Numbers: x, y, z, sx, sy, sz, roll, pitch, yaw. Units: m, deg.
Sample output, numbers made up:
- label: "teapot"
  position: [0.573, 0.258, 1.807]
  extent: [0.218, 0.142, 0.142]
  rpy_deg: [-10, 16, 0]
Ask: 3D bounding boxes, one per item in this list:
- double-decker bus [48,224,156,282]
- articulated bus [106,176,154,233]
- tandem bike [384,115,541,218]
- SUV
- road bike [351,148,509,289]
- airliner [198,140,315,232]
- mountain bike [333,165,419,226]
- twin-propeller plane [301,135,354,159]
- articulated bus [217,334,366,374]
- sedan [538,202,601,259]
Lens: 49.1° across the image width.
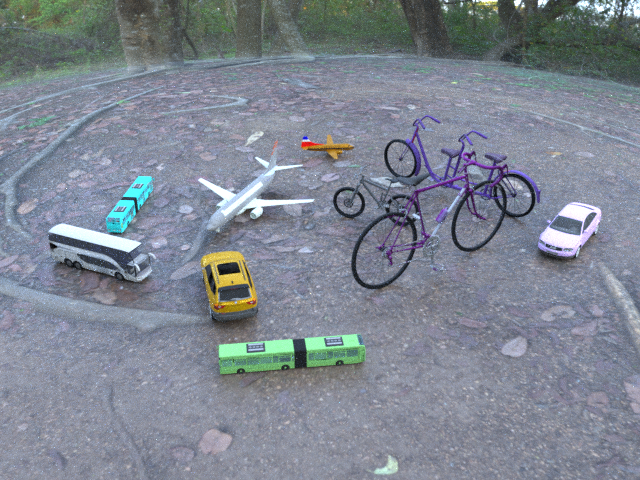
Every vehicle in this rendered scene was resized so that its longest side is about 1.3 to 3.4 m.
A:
- label: "double-decker bus"
  position: [-3.195, 0.192, 10.197]
  extent: [1.672, 0.541, 0.389]
  rpy_deg: [12, 31, 21]
- label: "articulated bus"
  position: [-3.229, -0.631, 11.974]
  extent: [0.311, 0.289, 1.749]
  rpy_deg: [2, 29, 4]
- label: "tandem bike"
  position: [2.392, -1.350, 12.210]
  extent: [3.192, 1.326, 0.550]
  rpy_deg: [24, 36, 36]
- label: "SUV"
  position: [-1.254, 0.531, 9.533]
  extent: [0.656, 0.580, 1.572]
  rpy_deg: [-7, 29, -13]
- label: "road bike"
  position: [1.651, -0.317, 9.966]
  extent: [3.004, 1.656, 0.697]
  rpy_deg: [-19, 34, -30]
- label: "airliner"
  position: [-1.260, -0.919, 11.933]
  extent: [2.257, 0.835, 2.541]
  rpy_deg: [12, 31, 21]
- label: "mountain bike"
  position: [0.917, -0.693, 11.482]
  extent: [1.469, 0.868, 0.573]
  rpy_deg: [9, 30, 16]
- label: "twin-propeller plane"
  position: [0.158, -1.932, 14.242]
  extent: [1.095, 0.407, 1.370]
  rpy_deg: [-3, 29, -5]
- label: "articulated bus"
  position: [-0.342, 1.354, 8.326]
  extent: [1.749, 0.289, 0.311]
  rpy_deg: [-4, 29, -6]
- label: "sedan"
  position: [3.938, -0.207, 10.991]
  extent: [0.635, 0.483, 1.613]
  rpy_deg: [19, 34, 31]
